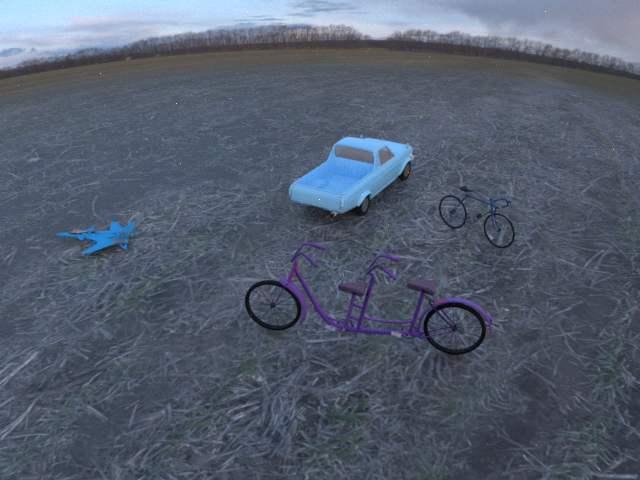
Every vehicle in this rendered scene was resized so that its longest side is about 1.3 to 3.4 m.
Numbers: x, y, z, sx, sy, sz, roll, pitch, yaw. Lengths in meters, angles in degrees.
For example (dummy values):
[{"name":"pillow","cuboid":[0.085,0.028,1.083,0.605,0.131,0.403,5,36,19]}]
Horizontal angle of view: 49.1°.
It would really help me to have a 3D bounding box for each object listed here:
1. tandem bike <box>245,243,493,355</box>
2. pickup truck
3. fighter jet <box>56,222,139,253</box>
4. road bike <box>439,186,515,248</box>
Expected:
[{"name":"tandem bike","cuboid":[0.564,0.749,8.815,3.192,1.326,0.550,6,28,11]},{"name":"pickup truck","cuboid":[0.674,-1.324,13.113,1.244,0.993,3.117,15,31,26]},{"name":"fighter jet","cuboid":[-3.751,-0.122,11.587,1.358,0.286,1.147,4,28,7]},{"name":"road bike","cuboid":[2.577,-0.428,11.561,0.358,0.852,1.545,-22,35,-36]}]
